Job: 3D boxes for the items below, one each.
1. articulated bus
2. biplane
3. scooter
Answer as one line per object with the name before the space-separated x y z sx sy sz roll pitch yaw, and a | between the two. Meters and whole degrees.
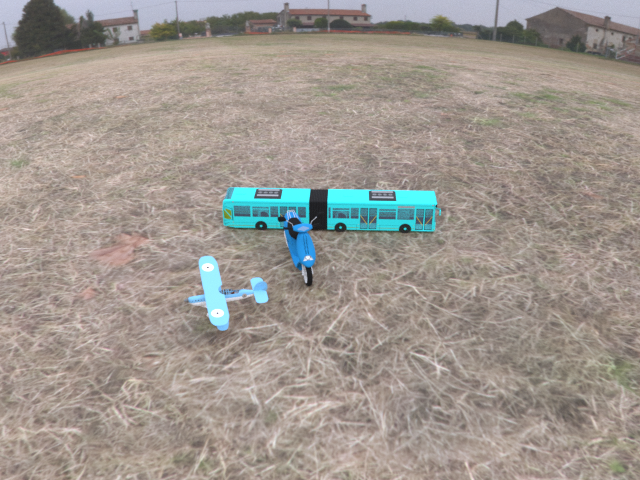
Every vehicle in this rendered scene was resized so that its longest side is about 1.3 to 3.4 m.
articulated bus | 0.174 -0.485 11.166 3.401 0.561 0.605 1 30 2
biplane | -1.214 0.733 9.082 1.090 0.504 1.336 -8 30 -13
scooter | -0.299 -0.032 10.007 0.662 0.919 1.399 -7 30 -12
